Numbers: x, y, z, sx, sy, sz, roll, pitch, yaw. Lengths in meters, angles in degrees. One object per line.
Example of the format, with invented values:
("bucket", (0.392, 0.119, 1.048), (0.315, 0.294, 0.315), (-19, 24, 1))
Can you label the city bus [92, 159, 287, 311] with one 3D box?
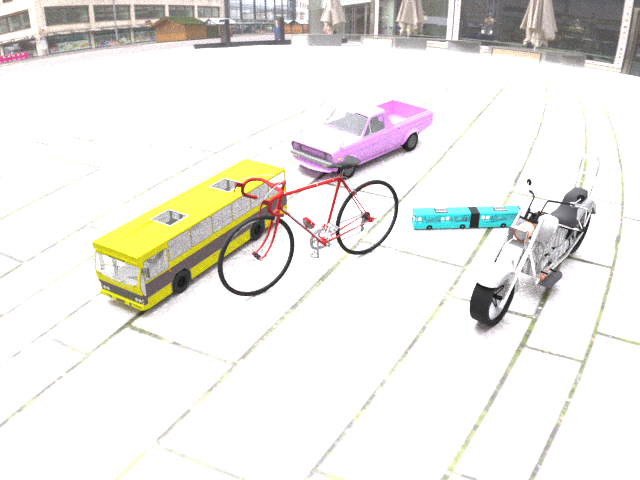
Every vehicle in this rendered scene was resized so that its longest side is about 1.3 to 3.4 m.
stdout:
("city bus", (-1.704, -0.159, 10.019), (0.926, 0.894, 3.255), (17, 33, 27))

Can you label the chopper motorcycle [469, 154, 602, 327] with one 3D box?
("chopper motorcycle", (2.901, -0.055, 9.231), (0.906, 1.480, 3.040), (23, 37, 35))

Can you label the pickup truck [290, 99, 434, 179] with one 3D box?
("pickup truck", (0.863, -2.116, 13.436), (1.244, 0.993, 3.117), (25, 38, 37))

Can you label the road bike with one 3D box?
("road bike", (-0.064, -0.268, 9.433), (3.004, 1.656, 0.697), (-19, 34, -31))

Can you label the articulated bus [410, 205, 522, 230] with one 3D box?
("articulated bus", (2.302, -0.357, 10.998), (1.749, 0.289, 0.311), (-2, 29, -3))
